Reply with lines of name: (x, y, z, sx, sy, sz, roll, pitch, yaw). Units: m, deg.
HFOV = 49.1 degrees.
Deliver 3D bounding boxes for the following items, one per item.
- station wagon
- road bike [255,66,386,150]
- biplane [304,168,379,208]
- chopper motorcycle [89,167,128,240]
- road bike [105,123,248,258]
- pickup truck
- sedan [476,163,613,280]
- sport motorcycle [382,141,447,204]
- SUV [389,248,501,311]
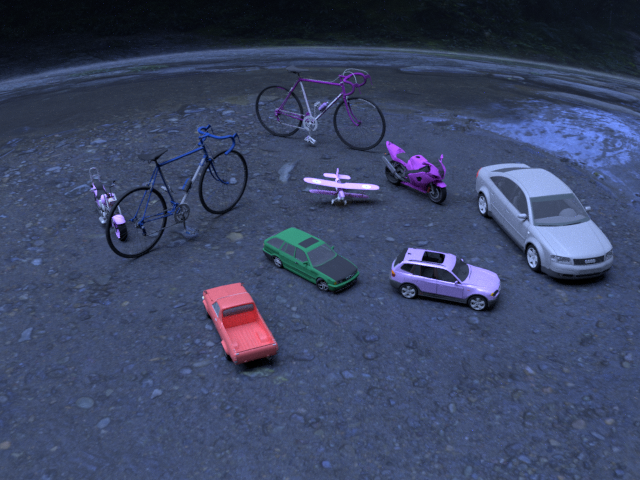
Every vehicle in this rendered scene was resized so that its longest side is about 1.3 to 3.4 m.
station wagon: (-0.142, 0.248, 10.492, 1.597, 0.473, 0.682, 26, 39, 37)
road bike: (-0.038, -2.791, 14.580, 3.004, 1.656, 0.697, 13, 32, 21)
biplane: (0.370, -0.948, 12.535, 1.336, 0.504, 1.090, -2, 30, -4)
chopper motorcycle: (-3.547, -0.616, 11.703, 0.466, 0.761, 1.563, -17, 34, -26)
road bike: (-2.213, -0.844, 11.204, 0.697, 1.656, 3.004, 22, 36, 33)
pickup truck: (-1.066, 1.026, 9.106, 0.640, 0.511, 1.603, -12, 32, -19)
sedan: (3.546, -0.474, 11.277, 1.235, 0.940, 3.137, -6, 31, -11)
sport motorcycle: (1.731, -1.235, 12.717, 0.506, 0.821, 1.520, -22, 37, -33)
SUV: (1.774, 0.510, 9.930, 1.572, 0.580, 0.656, 9, 31, 15)
